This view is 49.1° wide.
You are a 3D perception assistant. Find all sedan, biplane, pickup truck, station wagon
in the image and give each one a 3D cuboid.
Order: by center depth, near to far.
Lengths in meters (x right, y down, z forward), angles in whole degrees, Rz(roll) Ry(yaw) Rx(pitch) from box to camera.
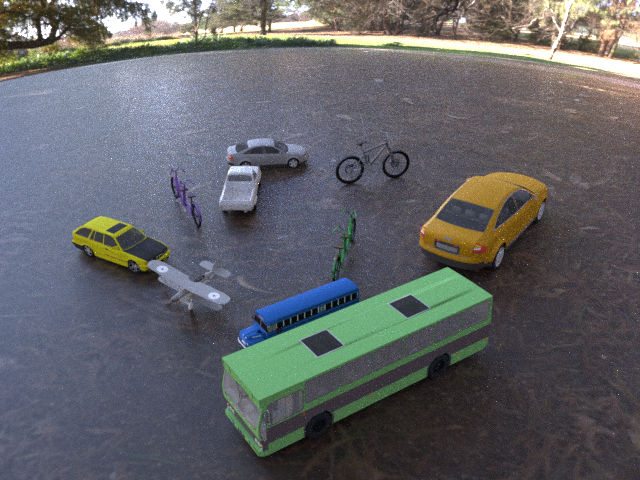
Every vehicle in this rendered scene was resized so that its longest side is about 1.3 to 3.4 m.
[{"bbox_3d":[-1.698,0.618,9.656,1.336,0.504,1.090,17,34,26],"label":"biplane"},{"bbox_3d":[-3.048,0.028,10.710,1.597,0.473,0.682,16,34,26],"label":"station wagon"},{"bbox_3d":[2.701,-0.504,11.166,1.235,0.940,3.137,19,35,30],"label":"sedan"},{"bbox_3d":[-1.401,-0.958,12.383,0.640,0.511,1.603,0,30,0],"label":"pickup truck"},{"bbox_3d":[-1.028,-1.716,13.724,1.613,0.483,0.635,-4,30,-8],"label":"sedan"}]

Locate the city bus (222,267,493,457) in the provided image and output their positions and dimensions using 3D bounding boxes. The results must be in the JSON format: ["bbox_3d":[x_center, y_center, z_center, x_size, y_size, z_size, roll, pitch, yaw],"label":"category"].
[{"bbox_3d":[0.514,1.326,8.037,3.255,0.894,0.926,-19,35,-29],"label":"city bus"}]

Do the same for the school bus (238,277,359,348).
[{"bbox_3d":[-0.267,0.968,9.118,1.708,0.434,0.365,-18,35,-29],"label":"school bus"}]

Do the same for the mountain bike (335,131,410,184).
[{"bbox_3d":[0.988,-1.491,12.949,1.469,0.868,0.573,-9,31,-14],"label":"mountain bike"}]

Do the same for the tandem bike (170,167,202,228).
[{"bbox_3d":[-2.297,-0.776,11.895,0.283,0.682,1.642,-14,33,-23],"label":"tandem bike"}]

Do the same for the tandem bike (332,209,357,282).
[{"bbox_3d":[0.368,0.027,10.502,0.283,0.682,1.642,7,31,12],"label":"tandem bike"}]
